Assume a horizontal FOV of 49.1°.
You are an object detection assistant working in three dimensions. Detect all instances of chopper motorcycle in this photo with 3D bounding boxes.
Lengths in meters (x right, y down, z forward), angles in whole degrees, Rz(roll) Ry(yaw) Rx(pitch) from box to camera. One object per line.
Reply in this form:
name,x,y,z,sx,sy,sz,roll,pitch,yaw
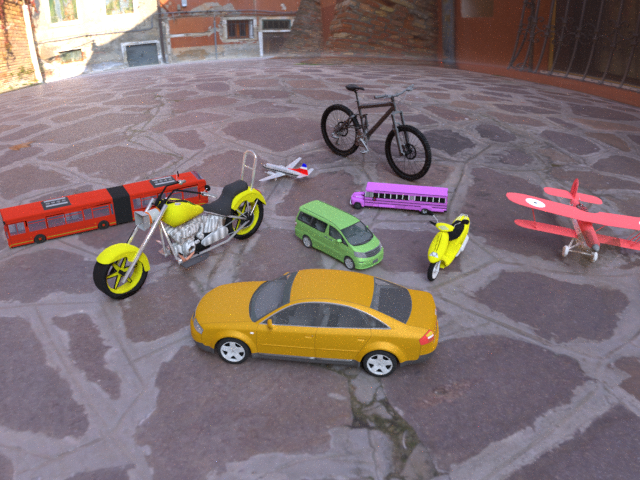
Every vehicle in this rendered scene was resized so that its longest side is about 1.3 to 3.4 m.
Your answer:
chopper motorcycle,-2.011,-0.274,10.396,0.906,1.480,3.040,24,37,37

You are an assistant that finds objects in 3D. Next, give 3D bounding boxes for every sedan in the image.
sedan,-0.083,0.917,8.784,3.137,0.940,1.235,4,29,7

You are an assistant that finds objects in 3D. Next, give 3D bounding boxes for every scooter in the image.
scooter,1.946,-0.030,10.534,0.662,0.919,1.399,17,33,28

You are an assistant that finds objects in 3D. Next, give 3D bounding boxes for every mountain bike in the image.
mountain bike,1.042,-2.222,13.736,1.114,1.688,2.857,-25,38,-38

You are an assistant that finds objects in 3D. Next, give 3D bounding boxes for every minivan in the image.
minivan,0.297,-0.090,10.960,0.681,0.616,1.548,-25,37,-38

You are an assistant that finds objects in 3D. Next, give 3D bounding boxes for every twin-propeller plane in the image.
twin-propeller plane,-0.679,-1.383,13.538,1.095,0.407,1.370,17,33,28

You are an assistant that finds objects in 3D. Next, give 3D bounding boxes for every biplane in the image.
biplane,4.159,-0.314,10.989,2.598,0.981,2.120,4,29,7

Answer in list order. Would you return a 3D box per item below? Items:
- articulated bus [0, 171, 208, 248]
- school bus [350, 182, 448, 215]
articulated bus,-3.594,-0.558,11.871,3.401,0.561,0.605,-15,32,-25
school bus,1.387,-0.744,12.342,1.708,0.434,0.365,5,29,9
